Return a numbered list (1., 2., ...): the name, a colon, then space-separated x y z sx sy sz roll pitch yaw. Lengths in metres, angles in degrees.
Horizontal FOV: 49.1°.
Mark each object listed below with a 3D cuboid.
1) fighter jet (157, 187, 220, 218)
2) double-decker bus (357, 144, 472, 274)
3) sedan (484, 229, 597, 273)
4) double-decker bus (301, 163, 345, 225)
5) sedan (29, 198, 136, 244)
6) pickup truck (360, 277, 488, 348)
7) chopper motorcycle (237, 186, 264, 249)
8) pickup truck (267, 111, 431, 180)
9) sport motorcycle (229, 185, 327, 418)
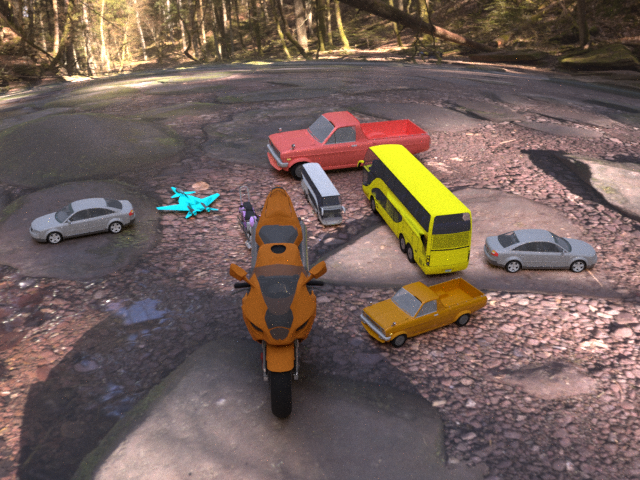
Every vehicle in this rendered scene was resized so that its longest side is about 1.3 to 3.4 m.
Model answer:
1. fighter jet: -2.321 -0.774 12.121 1.147 0.286 1.358 -16 31 -29
2. double-decker bus: 1.402 -0.602 10.942 0.756 1.052 3.251 -6 28 -12
3. sedan: 3.200 0.125 10.143 1.613 0.483 0.635 0 27 0
4. double-decker bus: 0.020 -0.777 11.849 0.389 0.541 1.672 -6 28 -12
5. sedan: -3.758 -0.357 11.088 1.613 0.483 0.635 -11 29 -21
6. pickup truck: 1.307 0.825 8.740 1.603 0.511 0.640 -14 30 -25
7. chopper motorcycle: -0.953 -0.207 10.488 0.466 0.761 1.563 -9 28 -18
8. pickup truck: 0.548 -1.938 13.628 3.117 0.993 1.244 -8 28 -15
9. sport motorcycle: -0.459 0.592 8.003 0.983 1.596 2.955 -1 27 -3
